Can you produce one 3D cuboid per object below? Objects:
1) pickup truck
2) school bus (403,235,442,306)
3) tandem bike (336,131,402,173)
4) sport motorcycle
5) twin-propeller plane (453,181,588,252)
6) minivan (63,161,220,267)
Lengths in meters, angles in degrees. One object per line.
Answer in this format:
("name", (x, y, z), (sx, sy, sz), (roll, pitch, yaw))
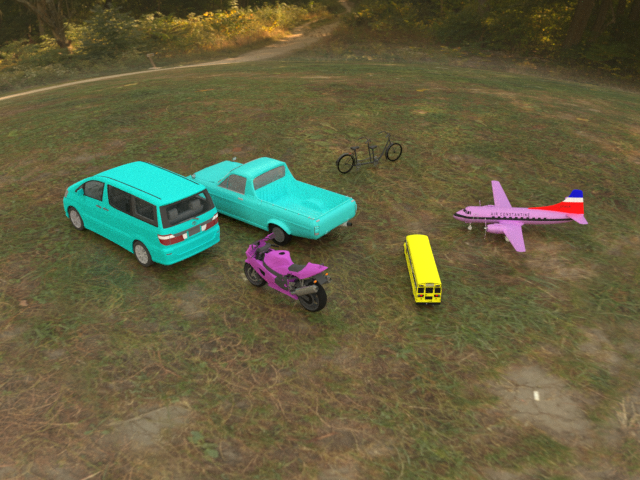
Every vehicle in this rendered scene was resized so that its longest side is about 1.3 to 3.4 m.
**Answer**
("pickup truck", (-0.917, -0.788, 11.919), (3.117, 0.993, 1.244), (20, 34, 33))
("school bus", (1.492, 0.376, 10.345), (0.365, 0.434, 1.708), (0, 28, 0))
("tandem bike", (1.006, -1.780, 14.092), (1.642, 0.682, 0.283), (-16, 32, -28))
("sport motorcycle", (-0.501, 0.462, 9.777), (1.520, 0.821, 0.506), (20, 34, 33))
("twin-propeller plane", (3.289, -0.497, 11.590), (2.129, 0.792, 2.663), (2, 28, 4))
("minivan", (-2.988, -0.585, 11.326), (3.011, 1.197, 1.324), (22, 36, 35))
